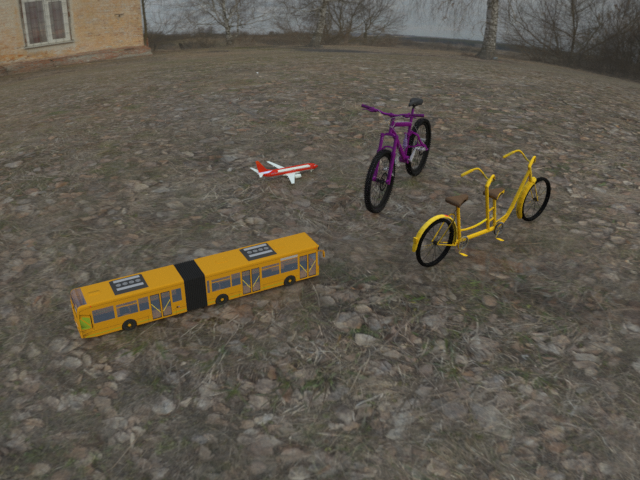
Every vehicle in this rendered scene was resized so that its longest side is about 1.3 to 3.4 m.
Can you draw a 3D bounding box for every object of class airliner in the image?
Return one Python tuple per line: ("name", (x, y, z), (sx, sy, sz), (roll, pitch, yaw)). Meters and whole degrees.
("airliner", (-0.621, -1.393, 13.177), (1.307, 0.429, 1.161), (-14, 32, -23))

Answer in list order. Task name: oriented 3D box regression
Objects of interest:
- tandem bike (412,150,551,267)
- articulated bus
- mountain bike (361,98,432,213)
("tandem bike", (2.577, -0.541, 10.713), (3.192, 1.326, 0.550), (-21, 35, -33))
("articulated bus", (-1.573, 0.571, 9.494), (3.401, 0.561, 0.605), (-14, 32, -24))
("mountain bike", (1.424, -1.625, 12.297), (1.114, 1.688, 2.857), (15, 32, 24))
